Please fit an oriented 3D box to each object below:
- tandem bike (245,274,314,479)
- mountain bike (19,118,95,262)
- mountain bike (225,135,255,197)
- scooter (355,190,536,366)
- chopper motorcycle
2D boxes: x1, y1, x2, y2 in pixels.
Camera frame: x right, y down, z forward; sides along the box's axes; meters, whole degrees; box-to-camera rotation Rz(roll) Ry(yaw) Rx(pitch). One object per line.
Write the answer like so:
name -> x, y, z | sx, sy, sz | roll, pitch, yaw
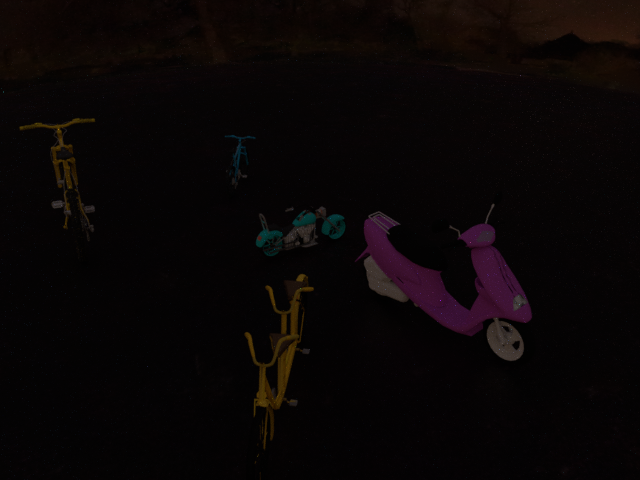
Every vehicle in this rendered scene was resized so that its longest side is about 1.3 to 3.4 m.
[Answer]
tandem bike -> -0.392, 1.129, 7.348 | 0.550, 1.326, 3.192 | 4, 27, 7
mountain bike -> -3.881, -0.860, 10.830 | 1.114, 1.688, 2.857 | -11, 29, -20
mountain bike -> -1.501, -1.386, 12.755 | 0.573, 0.868, 1.469 | 4, 27, 8
scooter -> 1.472, 0.295, 8.470 | 1.288, 1.786, 2.721 | -23, 35, -37
chopper motorcycle -> -0.261, -0.210, 10.579 | 1.563, 0.761, 0.466 | -17, 32, -29
